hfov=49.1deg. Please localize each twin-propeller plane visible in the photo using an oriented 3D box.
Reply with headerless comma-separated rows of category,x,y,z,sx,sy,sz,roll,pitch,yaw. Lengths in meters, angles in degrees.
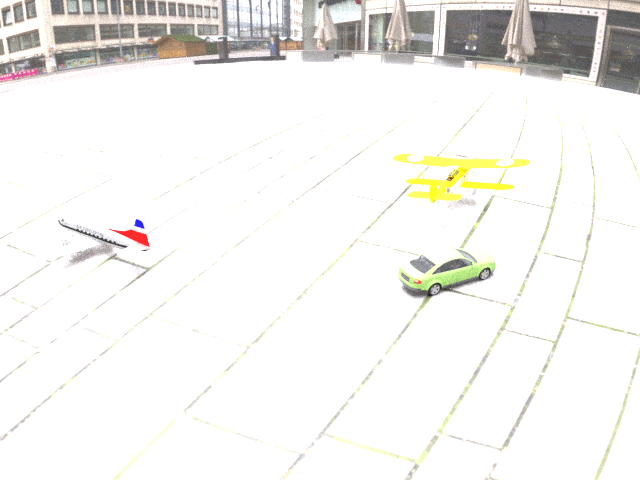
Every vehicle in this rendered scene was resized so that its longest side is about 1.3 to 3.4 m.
twin-propeller plane,-3.508,-0.188,11.246,2.129,0.792,2.663,16,32,28

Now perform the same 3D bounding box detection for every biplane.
biplane,2.376,-1.093,12.735,2.598,0.981,2.120,16,32,27

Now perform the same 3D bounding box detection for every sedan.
sedan,1.934,0.377,10.519,1.613,0.483,0.635,-14,31,-24
